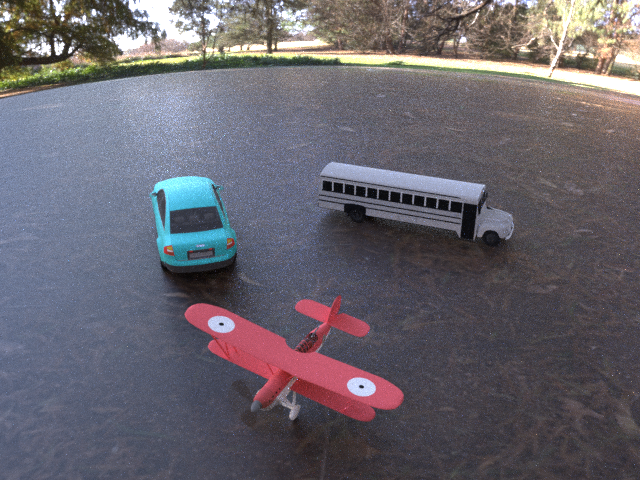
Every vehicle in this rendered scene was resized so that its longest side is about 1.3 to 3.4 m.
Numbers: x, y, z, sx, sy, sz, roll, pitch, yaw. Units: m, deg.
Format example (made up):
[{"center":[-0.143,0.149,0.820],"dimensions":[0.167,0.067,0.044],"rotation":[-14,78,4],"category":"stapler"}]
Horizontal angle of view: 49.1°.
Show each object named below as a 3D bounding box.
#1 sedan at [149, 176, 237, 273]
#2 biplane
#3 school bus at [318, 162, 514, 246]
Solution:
[{"center":[-2.118,-0.462,11.438],"dimensions":[1.235,0.940,3.137],"rotation":[-7,28,-13],"category":"sedan"},{"center":[-0.187,1.338,7.950],"dimensions":[2.598,0.981,2.120],"rotation":[13,30,23],"category":"biplane"},{"center":[1.614,-0.649,11.898],"dimensions":[3.322,0.844,0.709],"rotation":[11,30,20],"category":"school bus"}]
